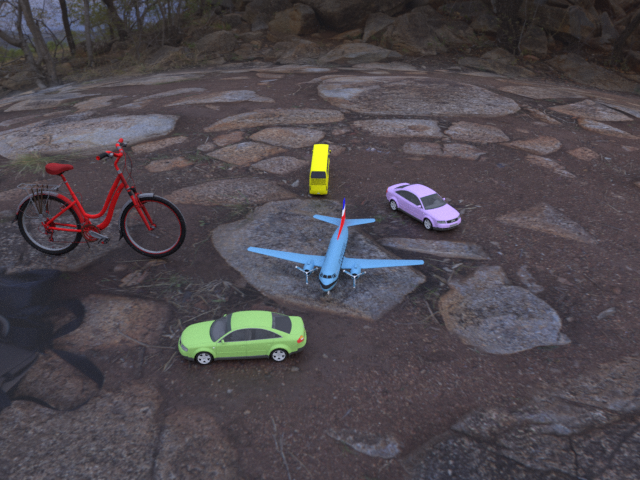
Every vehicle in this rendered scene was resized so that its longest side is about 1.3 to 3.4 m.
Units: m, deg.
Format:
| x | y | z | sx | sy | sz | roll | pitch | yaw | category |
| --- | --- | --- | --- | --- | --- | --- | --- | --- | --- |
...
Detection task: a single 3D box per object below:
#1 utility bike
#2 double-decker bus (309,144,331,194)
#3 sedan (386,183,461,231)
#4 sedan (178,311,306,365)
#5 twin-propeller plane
| x | y | z | sx | sy | sz | roll | pitch | yaw | category |
| --- | --- | --- | --- | --- | --- | --- | --- | --- | --- |
| -3.461 | -0.624 | 10.860 | 2.791 | 1.839 | 1.039 | 2 | 28 | 3 | utility bike |
| 0.002 | -1.422 | 13.798 | 0.389 | 0.541 | 1.672 | 1 | 28 | 2 | double-decker bus |
| 1.819 | -0.647 | 12.371 | 0.635 | 0.483 | 1.613 | -17 | 32 | -29 | sedan |
| -0.979 | 1.189 | 8.844 | 1.613 | 0.483 | 0.635 | -2 | 28 | -4 | sedan |
| 0.245 | 0.092 | 10.617 | 2.663 | 0.792 | 2.129 | 4 | 28 | 8 | twin-propeller plane |
